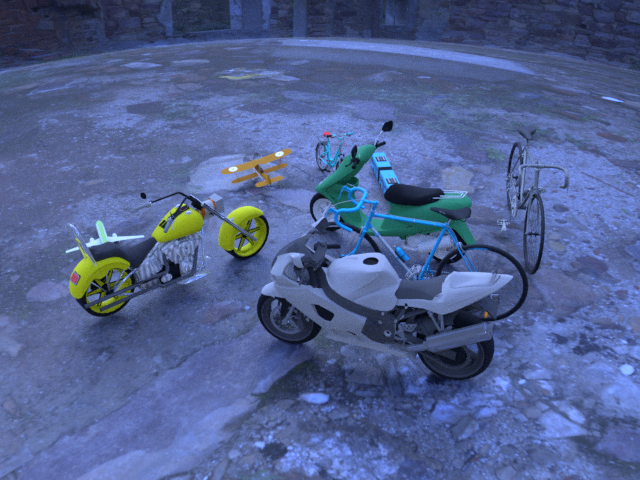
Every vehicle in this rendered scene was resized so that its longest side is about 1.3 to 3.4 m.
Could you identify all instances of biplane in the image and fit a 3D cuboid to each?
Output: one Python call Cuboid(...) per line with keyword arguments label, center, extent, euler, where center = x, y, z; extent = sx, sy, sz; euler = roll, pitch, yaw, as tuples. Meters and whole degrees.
Cuboid(label="biplane", center=(-1.070, -1.205, 12.462), extent=(1.336, 0.504, 1.090), euler=(-13, 33, -20))

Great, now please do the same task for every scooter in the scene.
Cuboid(label="scooter", center=(1.023, -0.676, 10.334), extent=(2.721, 1.786, 1.288), euler=(16, 35, 25))

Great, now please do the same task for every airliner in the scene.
Cuboid(label="airliner", center=(-3.306, -0.090, 10.676), extent=(1.161, 0.429, 1.307), euler=(-13, 33, -20))

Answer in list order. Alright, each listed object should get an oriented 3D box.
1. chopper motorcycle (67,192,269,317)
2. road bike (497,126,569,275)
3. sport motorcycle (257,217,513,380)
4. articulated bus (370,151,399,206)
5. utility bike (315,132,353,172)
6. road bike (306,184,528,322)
Cuboid(label="chopper motorcycle", center=(-1.965, -0.014, 9.527), extent=(3.040, 1.480, 0.906), euler=(-25, 39, -35))
Cuboid(label="road bike", center=(3.122, -0.772, 10.620), extent=(0.696, 1.656, 3.004), euler=(3, 31, 5))
Cuboid(label="sport motorcycle", center=(0.629, 0.754, 8.133), extent=(2.955, 1.596, 0.983), euler=(9, 32, 15))
Cuboid(label="articulated bus", center=(1.187, -1.119, 12.529), extent=(0.311, 0.289, 1.749), euler=(-4, 31, -6))
Cuboid(label="utility bike", center=(0.270, -1.554, 12.615), extent=(0.535, 0.946, 1.435), euler=(-14, 34, -22))
Cuboid(label="road bike", center=(1.161, 0.200, 8.999), extent=(3.004, 1.656, 0.697), euler=(9, 32, 15))
